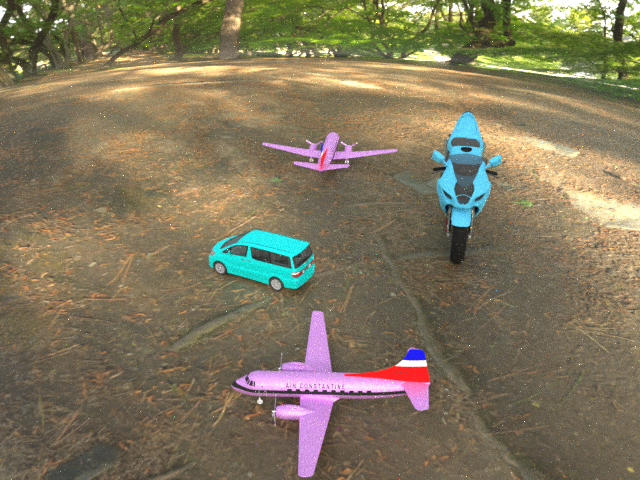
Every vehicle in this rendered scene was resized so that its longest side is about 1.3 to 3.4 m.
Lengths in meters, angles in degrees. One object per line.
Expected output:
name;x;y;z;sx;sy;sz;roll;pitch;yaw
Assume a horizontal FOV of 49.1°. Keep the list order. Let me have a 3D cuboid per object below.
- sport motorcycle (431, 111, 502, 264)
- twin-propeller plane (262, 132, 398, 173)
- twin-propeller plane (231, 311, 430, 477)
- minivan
sport motorcycle;2.236;-0.889;10.969;0.983;1.596;2.955;5;29;10
twin-propeller plane;0.155;-1.779;13.472;2.663;0.792;2.129;4;29;7
twin-propeller plane;0.106;1.461;7.449;2.129;0.792;2.663;1;28;2
minivan;-0.855;0.221;9.940;1.548;0.616;0.681;14;31;24
